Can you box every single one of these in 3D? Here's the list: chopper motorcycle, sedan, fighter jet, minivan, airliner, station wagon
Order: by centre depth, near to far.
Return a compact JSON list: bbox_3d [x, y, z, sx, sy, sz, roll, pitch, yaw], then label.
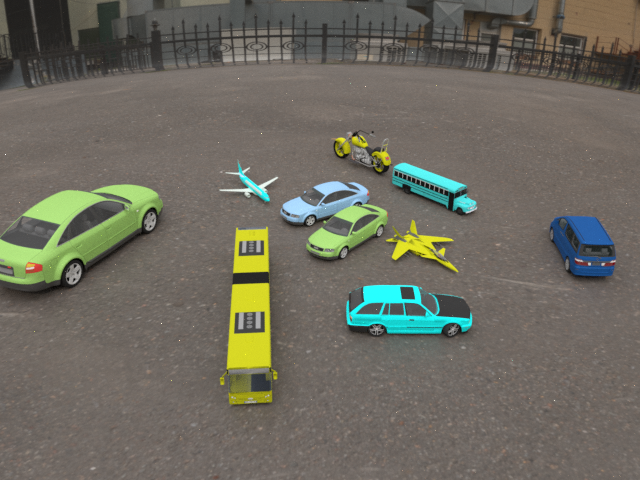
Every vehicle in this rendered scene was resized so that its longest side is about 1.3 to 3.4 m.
[{"bbox_3d":[1.139,0.871,8.936,1.597,0.473,0.682,0,28,1],"label":"station wagon"},{"bbox_3d":[3.903,-0.019,10.458,0.681,0.616,1.548,1,28,3],"label":"minivan"},{"bbox_3d":[-3.604,-0.250,10.546,1.235,0.940,3.137,12,30,21],"label":"sedan"},{"bbox_3d":[1.633,0.116,10.554,1.147,0.286,1.358,-16,32,-28],"label":"fighter jet"},{"bbox_3d":[0.437,-0.186,10.911,0.635,0.483,1.613,21,35,34],"label":"sedan"},{"bbox_3d":[0.088,-0.668,11.816,1.613,0.483,0.635,-17,32,-28],"label":"sedan"},{"bbox_3d":[-1.214,-1.050,12.592,1.161,0.429,1.307,-15,32,-27],"label":"airliner"},{"bbox_3d":[0.806,-1.803,13.654,0.466,0.761,1.563,-20,34,-33],"label":"chopper motorcycle"}]

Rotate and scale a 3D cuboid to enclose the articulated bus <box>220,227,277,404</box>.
[{"bbox_3d":[-0.881,0.803,8.971,0.605,0.561,3.401,-2,28,-4],"label":"articulated bus"}]

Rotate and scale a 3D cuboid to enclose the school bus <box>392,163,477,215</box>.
[{"bbox_3d":[2.012,-0.908,12.320,0.365,0.434,1.708,-23,36,-36],"label":"school bus"}]
